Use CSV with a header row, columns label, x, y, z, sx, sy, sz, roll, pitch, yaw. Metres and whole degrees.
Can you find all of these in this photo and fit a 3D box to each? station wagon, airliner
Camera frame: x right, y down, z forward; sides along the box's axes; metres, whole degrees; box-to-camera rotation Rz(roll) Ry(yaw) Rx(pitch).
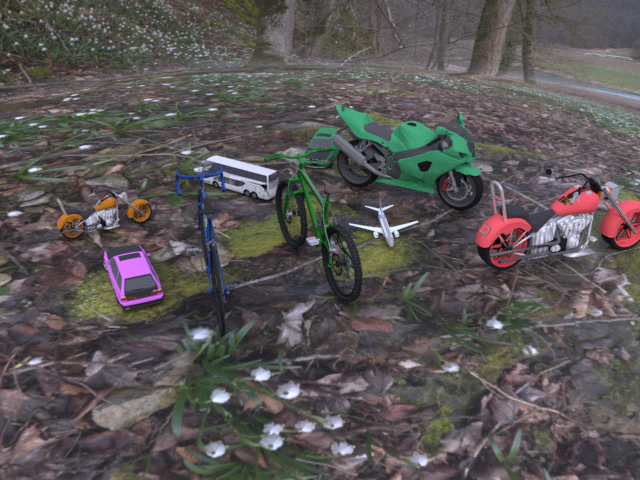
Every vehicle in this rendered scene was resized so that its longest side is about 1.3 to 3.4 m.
label,x,y,z,sx,sy,sz,roll,pitch,yaw
station wagon,0.074,-1.964,14.658,0.682,0.473,1.597,6,28,12
station wagon,-2.709,0.425,10.042,0.682,0.473,1.597,-12,30,-21
airliner,1.075,-0.305,11.501,1.161,0.429,1.307,-2,27,-4

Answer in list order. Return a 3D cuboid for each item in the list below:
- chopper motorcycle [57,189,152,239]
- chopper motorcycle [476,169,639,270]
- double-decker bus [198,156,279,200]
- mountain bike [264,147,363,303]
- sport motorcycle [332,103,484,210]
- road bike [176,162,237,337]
label,x,y,z,sx,sy,sz,roll,pitch,yaw
chopper motorcycle,-3.539,-0.494,11.505,1.563,0.761,0.466,-18,32,-31
chopper motorcycle,3.728,-0.366,10.477,3.040,1.480,0.906,-10,29,-18
double-decker bus,-1.520,-1.176,13.061,1.672,0.541,0.389,17,32,29
mountain bike,-0.078,-0.314,10.149,1.114,1.688,2.857,-12,30,-22
sport motorcycle,1.554,-1.520,12.580,2.955,1.596,0.983,16,31,28
road bike,-1.518,0.011,9.556,0.696,1.656,3.004,-6,28,-12
